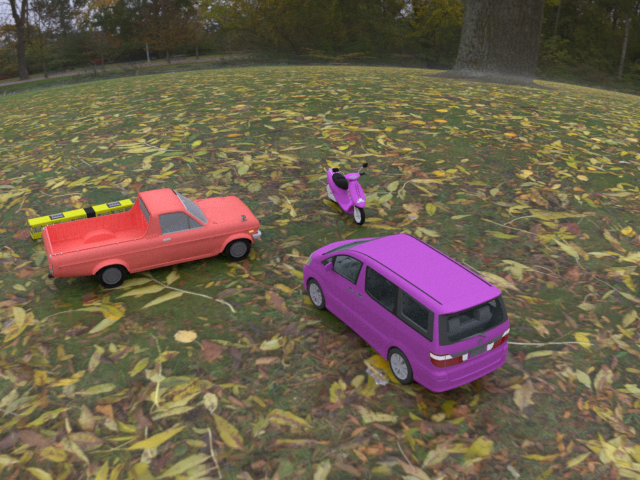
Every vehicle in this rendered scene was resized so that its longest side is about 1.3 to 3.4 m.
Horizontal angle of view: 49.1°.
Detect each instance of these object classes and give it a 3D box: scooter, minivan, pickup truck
[{"bbox_3d":[0.439,-0.895,11.926,0.662,0.919,1.399,-11,29,-21],"label":"scooter"},{"bbox_3d":[0.927,0.628,8.663,1.324,1.197,3.011,-16,31,-28],"label":"minivan"},{"bbox_3d":[-2.469,-0.145,10.387,3.117,0.993,1.244,-12,30,-22],"label":"pickup truck"}]

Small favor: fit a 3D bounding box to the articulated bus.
[{"bbox_3d":[-3.899,-0.358,11.572,1.749,0.289,0.311,-15,31,-26],"label":"articulated bus"}]
